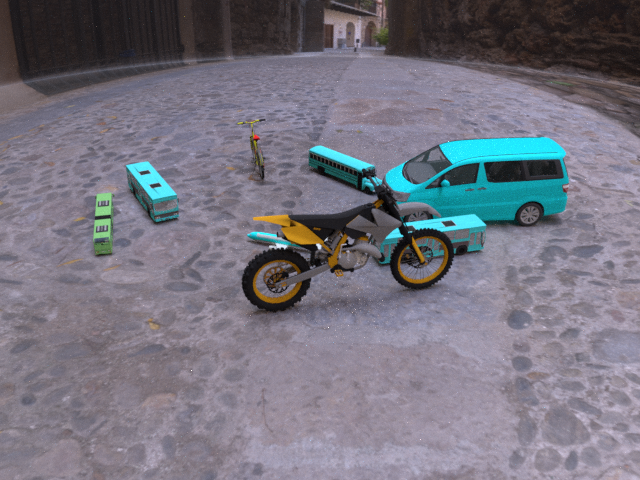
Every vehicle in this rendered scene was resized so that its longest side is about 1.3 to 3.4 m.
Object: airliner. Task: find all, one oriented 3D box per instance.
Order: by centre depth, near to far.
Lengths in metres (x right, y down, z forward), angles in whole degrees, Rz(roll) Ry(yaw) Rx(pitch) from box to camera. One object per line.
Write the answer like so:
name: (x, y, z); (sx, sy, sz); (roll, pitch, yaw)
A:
airliner: (-0.518, -0.073, 10.576); (1.307, 0.429, 1.161); (10, 30, 18)

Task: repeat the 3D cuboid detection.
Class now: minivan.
minivan: (2.462, -0.963, 11.427); (3.011, 1.197, 1.324); (-3, 28, -5)

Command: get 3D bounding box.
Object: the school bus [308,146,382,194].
school bus: (0.481, -1.299, 12.863); (0.365, 0.434, 1.708); (-24, 36, -37)

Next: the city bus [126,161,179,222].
city bus: (-2.876, -0.828, 11.955); (0.476, 0.460, 1.674); (-14, 31, -25)

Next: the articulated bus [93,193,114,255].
articulated bus: (-3.429, -0.286, 11.124); (0.311, 0.289, 1.749); (-7, 29, -12)

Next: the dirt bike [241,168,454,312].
dirt bike: (0.409, 0.050, 9.036); (2.903, 1.666, 1.024); (-7, 29, -13)

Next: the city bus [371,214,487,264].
city bus: (1.612, -0.003, 10.413); (1.674, 0.460, 0.476); (-7, 29, -14)

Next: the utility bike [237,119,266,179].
utility bike: (-1.242, -1.753, 13.168); (0.535, 0.946, 1.435); (-6, 29, -12)
